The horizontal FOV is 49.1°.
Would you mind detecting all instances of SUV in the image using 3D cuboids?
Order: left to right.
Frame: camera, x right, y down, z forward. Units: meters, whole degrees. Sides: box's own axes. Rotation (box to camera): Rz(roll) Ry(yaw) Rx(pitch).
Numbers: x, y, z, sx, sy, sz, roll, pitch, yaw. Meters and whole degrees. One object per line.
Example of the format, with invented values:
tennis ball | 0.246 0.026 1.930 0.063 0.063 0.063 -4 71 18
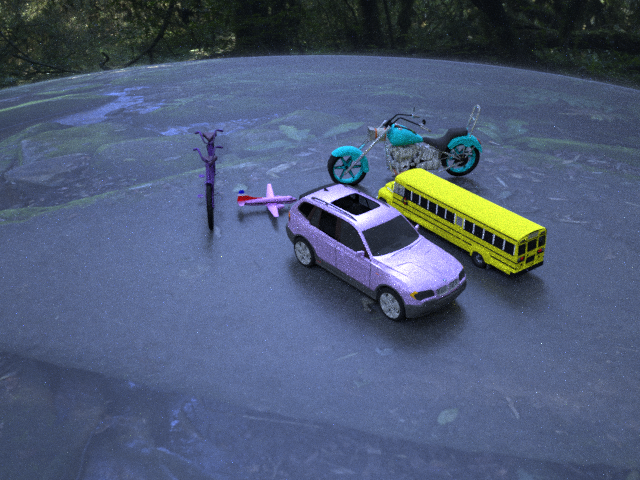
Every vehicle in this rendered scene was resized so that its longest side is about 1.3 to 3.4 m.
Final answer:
SUV | 0.765 0.062 10.458 1.276 1.128 3.058 -23 37 -35

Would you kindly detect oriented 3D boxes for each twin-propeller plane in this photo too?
twin-propeller plane | -0.951 -0.750 12.642 1.095 0.407 1.370 -5 30 -8

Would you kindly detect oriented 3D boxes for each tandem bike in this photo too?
tandem bike | -2.008 -1.369 12.806 0.550 1.326 3.192 -3 29 -6

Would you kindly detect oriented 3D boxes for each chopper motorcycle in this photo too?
chopper motorcycle | 1.656 -1.809 13.434 3.040 1.480 0.906 -4 30 -8

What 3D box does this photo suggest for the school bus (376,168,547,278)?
school bus | 2.189 -0.410 11.590 0.709 0.844 3.322 -19 35 -30
